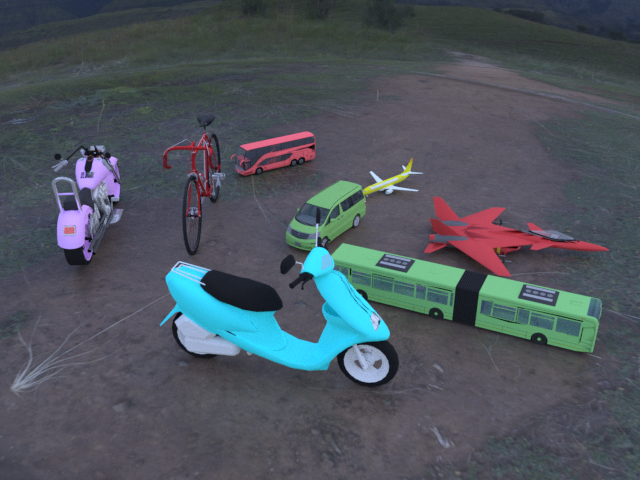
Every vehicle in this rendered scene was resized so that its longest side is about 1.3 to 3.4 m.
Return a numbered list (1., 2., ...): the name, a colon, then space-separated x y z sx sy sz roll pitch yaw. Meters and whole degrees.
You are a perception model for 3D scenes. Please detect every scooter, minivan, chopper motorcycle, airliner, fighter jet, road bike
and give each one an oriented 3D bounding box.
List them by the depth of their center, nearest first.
1. scooter: -0.477 0.670 7.486 2.721 1.786 1.288 7 28 13
2. fighter jet: 2.913 -0.125 10.335 2.640 0.557 2.229 5 28 10
3. chopper motorcycle: -3.454 -0.787 10.606 0.906 1.480 3.040 -2 28 -4
4. minivan: 0.102 -0.381 10.762 0.681 0.616 1.548 17 32 29
5. road bike: -1.813 -0.997 10.818 0.696 1.656 3.004 1 28 2
6. airliner: 1.198 -1.091 12.323 1.307 0.429 1.161 -22 35 -36

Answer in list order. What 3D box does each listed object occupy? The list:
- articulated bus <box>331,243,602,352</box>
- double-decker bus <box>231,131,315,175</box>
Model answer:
1. articulated bus: 1.698 0.681 8.788 3.401 0.561 0.605 12 30 22
2. double-decker bus: -0.855 -1.630 13.234 1.672 0.541 0.389 -17 32 -29
